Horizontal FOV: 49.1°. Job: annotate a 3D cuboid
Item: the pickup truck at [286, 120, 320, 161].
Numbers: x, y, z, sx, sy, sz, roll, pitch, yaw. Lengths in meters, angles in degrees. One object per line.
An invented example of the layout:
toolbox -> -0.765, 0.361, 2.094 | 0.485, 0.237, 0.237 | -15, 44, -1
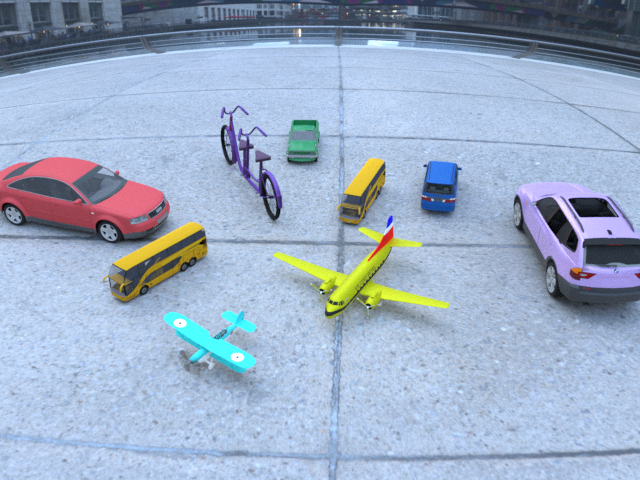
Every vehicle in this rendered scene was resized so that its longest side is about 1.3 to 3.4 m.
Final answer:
pickup truck -> -0.327, -2.066, 14.099 | 0.640, 0.511, 1.603 | 1, 31, 1

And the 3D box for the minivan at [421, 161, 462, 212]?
minivan -> 2.125, -1.044, 12.299 | 0.681, 0.616, 1.548 | 6, 32, 10

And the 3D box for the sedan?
sedan -> -3.997, -0.773, 11.535 | 3.137, 0.940, 1.235 | 10, 32, 16

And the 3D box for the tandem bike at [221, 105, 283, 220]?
tandem bike -> -1.277, -1.482, 12.338 | 0.550, 1.326, 3.192 | -13, 33, -20

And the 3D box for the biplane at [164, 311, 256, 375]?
biplane -> -1.250, 1.245, 8.604 | 1.336, 0.504, 1.090 | 18, 36, 27

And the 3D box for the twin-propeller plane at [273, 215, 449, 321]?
twin-propeller plane -> 0.597, 0.394, 9.739 | 2.663, 0.792, 2.129 | 16, 34, 24

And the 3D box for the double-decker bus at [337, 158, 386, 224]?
double-decker bus -> 0.748, -0.843, 12.037 | 0.389, 0.541, 1.672 | 11, 33, 17

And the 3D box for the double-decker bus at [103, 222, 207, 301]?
double-decker bus -> -2.335, 0.309, 10.124 | 0.389, 0.541, 1.672 | 22, 37, 32

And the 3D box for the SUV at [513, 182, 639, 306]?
SUV -> 3.814, -0.186, 10.376 | 1.276, 1.128, 3.058 | 0, 31, 0
